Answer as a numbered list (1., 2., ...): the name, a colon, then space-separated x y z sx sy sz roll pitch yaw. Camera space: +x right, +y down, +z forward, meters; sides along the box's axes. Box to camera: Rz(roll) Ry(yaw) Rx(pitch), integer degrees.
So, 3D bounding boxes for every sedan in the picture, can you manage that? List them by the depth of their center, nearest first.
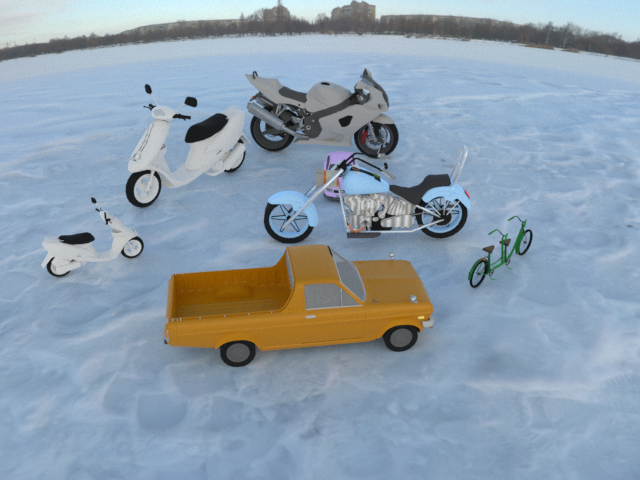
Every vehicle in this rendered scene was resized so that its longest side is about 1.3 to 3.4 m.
1. sedan: 0.365 -1.184 12.221 0.635 0.483 1.613 1 28 1

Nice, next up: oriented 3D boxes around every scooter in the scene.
1. scooter: -3.130 -0.026 9.596 1.399 0.919 0.662 -16 32 -27
2. scooter: -2.212 -1.717 11.837 1.288 1.786 2.721 22 35 35

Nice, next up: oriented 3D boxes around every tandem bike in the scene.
1. tandem bike: 2.501 0.124 9.567 0.283 0.682 1.642 24 37 38

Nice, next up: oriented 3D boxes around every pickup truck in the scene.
1. pickup truck: -0.253 0.668 8.222 3.117 0.993 1.244 -4 28 -7

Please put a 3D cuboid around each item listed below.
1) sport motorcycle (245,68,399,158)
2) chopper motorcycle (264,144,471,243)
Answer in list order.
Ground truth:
1. sport motorcycle: 0.035 -2.385 13.285 2.955 1.596 0.983 5 29 9
2. chopper motorcycle: 0.694 -0.661 10.189 3.040 1.480 0.906 0 28 -1
